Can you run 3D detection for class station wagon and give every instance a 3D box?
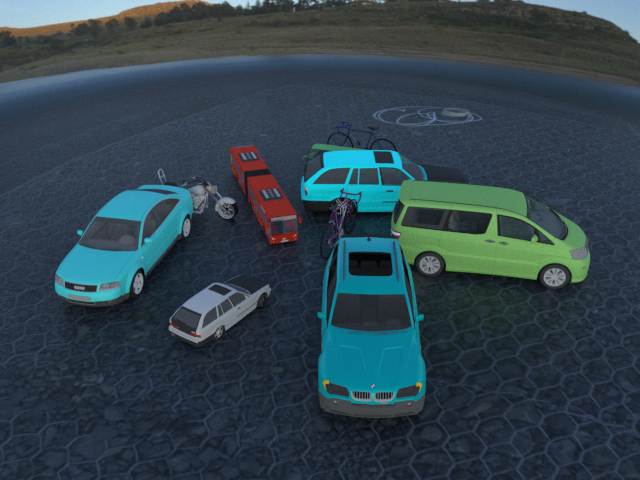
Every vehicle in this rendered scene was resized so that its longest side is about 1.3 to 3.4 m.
[{"bbox_3d":[-1.340,0.863,9.641,0.682,0.473,1.597,18,33,30],"label":"station wagon"},{"bbox_3d":[1.205,-1.092,12.749,3.105,0.920,1.327,0,29,-1],"label":"station wagon"}]

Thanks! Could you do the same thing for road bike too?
[{"bbox_3d":[0.862,-1.998,14.478,1.545,0.852,0.358,11,31,19],"label":"road bike"},{"bbox_3d":[0.325,-0.303,11.380,0.358,0.852,1.545,12,31,21],"label":"road bike"}]

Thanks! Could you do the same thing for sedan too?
[{"bbox_3d":[-2.976,-0.092,10.902,1.235,0.940,3.137,6,29,11],"label":"sedan"}]

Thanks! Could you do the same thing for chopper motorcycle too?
[{"bbox_3d":[-2.189,-0.806,12.394,1.563,0.761,0.466,10,30,17],"label":"chopper motorcycle"}]

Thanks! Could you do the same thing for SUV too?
[{"bbox_3d":[0.621,0.939,8.821,1.276,1.128,3.058,1,29,2],"label":"SUV"}]

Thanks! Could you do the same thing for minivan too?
[{"bbox_3d":[2.596,-0.146,10.732,3.011,1.197,1.324,5,29,10],"label":"minivan"}]

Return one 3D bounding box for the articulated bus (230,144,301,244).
[{"bbox_3d":[-1.083,-0.923,12.816,0.605,0.561,3.401,-9,30,-15],"label":"articulated bus"}]

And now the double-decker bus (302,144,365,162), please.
[{"bbox_3d":[0.492,-1.574,14.026,1.672,0.541,0.389,10,30,17],"label":"double-decker bus"}]
